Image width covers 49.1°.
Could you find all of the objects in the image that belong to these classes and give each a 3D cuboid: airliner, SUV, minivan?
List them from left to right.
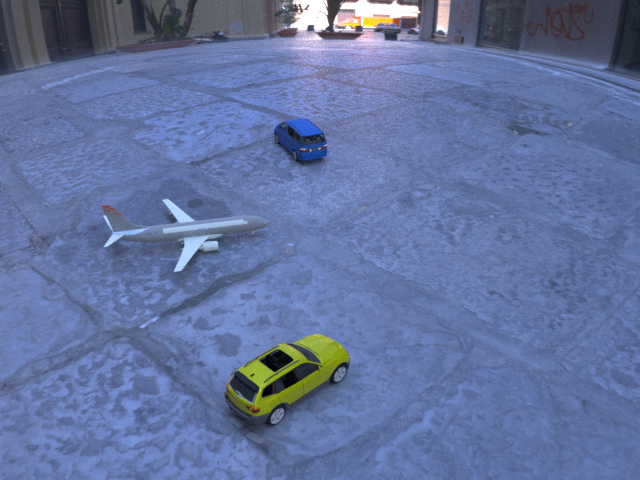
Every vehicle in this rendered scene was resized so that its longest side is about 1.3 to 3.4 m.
[{"bbox_3d":[-2.025,-0.314,10.771,2.541,0.835,2.257,-8,32,-13],"label":"airliner"},{"bbox_3d":[-0.347,1.498,7.992,1.572,0.580,0.656,-26,40,-37],"label":"SUV"},{"bbox_3d":[-0.412,-2.079,13.934,0.681,0.616,1.548,-13,33,-21],"label":"minivan"}]
